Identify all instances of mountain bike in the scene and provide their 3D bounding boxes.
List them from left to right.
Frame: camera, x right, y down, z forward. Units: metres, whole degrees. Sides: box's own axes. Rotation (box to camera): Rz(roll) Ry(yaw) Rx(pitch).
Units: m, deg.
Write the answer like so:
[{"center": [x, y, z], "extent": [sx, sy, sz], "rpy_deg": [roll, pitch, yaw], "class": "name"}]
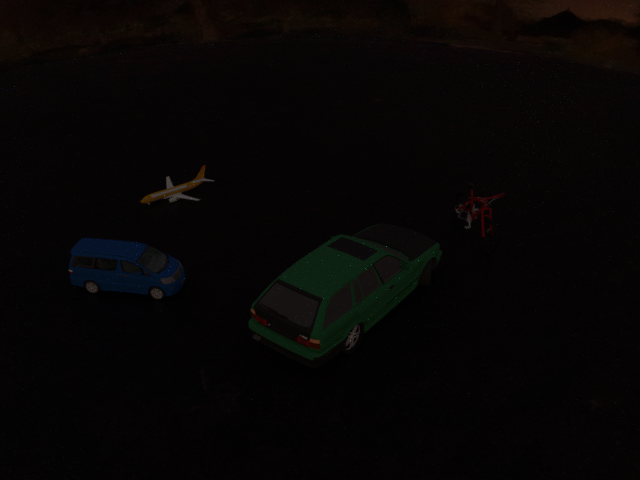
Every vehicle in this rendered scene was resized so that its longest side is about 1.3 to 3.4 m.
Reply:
[{"center": [2.412, -0.417, 10.810], "extent": [0.573, 0.868, 1.469], "rpy_deg": [-7, 31, -12], "class": "mountain bike"}]

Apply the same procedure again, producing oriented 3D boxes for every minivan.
[{"center": [-2.667, 0.373, 9.717], "extent": [1.548, 0.616, 0.681], "rpy_deg": [5, 31, 8], "class": "minivan"}]

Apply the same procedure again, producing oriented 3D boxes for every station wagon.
[{"center": [0.461, 0.465, 9.260], "extent": [1.327, 0.920, 3.105], "rpy_deg": [22, 37, 32], "class": "station wagon"}]

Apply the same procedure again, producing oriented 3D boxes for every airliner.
[{"center": [-2.522, -0.947, 12.141], "extent": [1.307, 0.429, 1.161], "rpy_deg": [-21, 37, -32], "class": "airliner"}]
